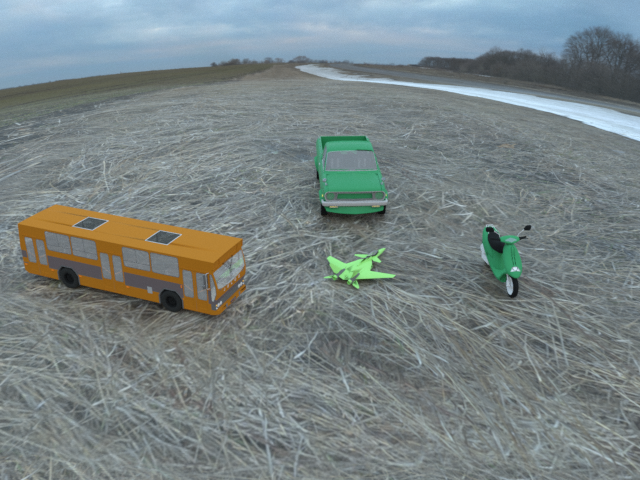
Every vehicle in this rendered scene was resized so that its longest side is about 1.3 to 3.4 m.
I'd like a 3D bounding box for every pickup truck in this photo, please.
[{"bbox_3d":[0.538,-1.394,13.288,1.244,0.993,3.117,-1,25,-2],"label":"pickup truck"}]

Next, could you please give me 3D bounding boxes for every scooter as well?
[{"bbox_3d":[2.621,0.151,10.110,0.662,0.919,1.399,-3,25,-6],"label":"scooter"}]

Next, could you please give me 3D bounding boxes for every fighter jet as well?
[{"bbox_3d":[0.664,0.295,10.546,1.147,0.286,1.358,16,29,30],"label":"fighter jet"}]

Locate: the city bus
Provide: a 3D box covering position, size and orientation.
[{"bbox_3d":[-2.671,0.272,9.884,3.255,0.894,0.926,10,27,20],"label":"city bus"}]
